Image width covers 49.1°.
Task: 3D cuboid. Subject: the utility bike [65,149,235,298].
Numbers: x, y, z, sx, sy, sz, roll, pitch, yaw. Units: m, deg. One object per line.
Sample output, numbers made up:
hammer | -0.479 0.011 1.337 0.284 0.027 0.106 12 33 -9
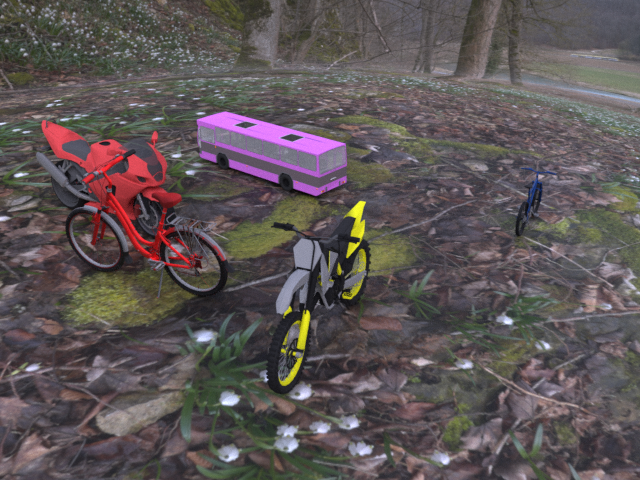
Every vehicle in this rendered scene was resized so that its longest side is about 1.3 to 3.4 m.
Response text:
utility bike | -2.435 -0.145 9.372 2.791 1.839 1.039 11 29 21

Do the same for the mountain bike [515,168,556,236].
mountain bike | 3.461 -0.654 11.486 0.573 0.868 1.469 14 30 26

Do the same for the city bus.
city bus | -0.995 -1.676 13.511 3.255 0.894 0.926 21 33 36

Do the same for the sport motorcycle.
sport motorcycle | -3.469 -1.021 11.407 2.955 1.596 0.983 17 31 31

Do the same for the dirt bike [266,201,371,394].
dirt bike | 0.074 0.493 8.281 1.024 1.666 2.903 11 28 21
